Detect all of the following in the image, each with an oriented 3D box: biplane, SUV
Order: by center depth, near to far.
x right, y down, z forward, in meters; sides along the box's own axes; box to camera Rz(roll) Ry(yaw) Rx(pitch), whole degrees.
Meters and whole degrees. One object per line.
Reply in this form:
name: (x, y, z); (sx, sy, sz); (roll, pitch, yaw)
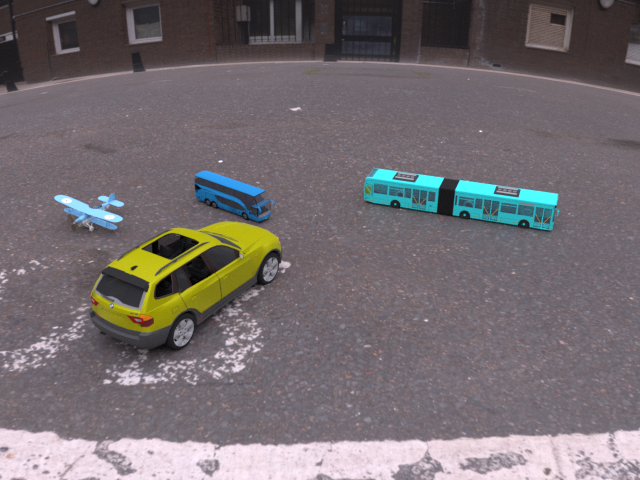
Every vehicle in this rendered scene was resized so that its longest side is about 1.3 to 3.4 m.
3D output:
SUV: (-1.772, 0.397, 9.784); (1.276, 1.128, 3.058); (17, 33, 28)
biplane: (-3.860, -0.481, 12.054); (1.336, 0.504, 1.090); (12, 31, 21)

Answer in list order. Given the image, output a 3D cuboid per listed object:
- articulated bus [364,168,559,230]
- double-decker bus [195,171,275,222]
articulated bus: (2.479, -0.743, 12.475); (3.401, 0.561, 0.605); (10, 30, 18)
double-decker bus: (-1.564, -0.781, 12.567); (1.672, 0.541, 0.389); (20, 34, 32)
